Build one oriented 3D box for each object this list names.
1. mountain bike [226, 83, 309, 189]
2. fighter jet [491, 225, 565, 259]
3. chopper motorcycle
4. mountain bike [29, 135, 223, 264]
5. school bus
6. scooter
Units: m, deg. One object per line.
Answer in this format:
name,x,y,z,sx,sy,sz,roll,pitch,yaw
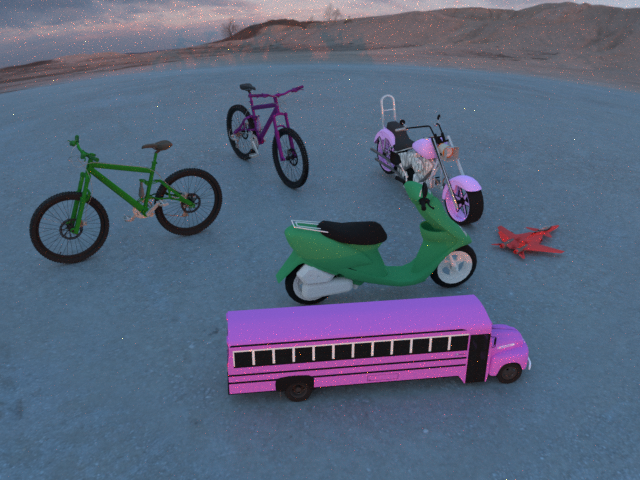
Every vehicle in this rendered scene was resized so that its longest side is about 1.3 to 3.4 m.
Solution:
mountain bike,-1.040,-2.046,12.926,1.114,1.688,2.857,-17,32,-30
fighter jet,3.268,-0.110,10.660,1.358,0.286,1.147,-21,34,-35
chopper motorcycle,1.791,-1.417,11.916,0.906,1.480,3.040,-12,29,-22
mountain bike,-2.769,-0.644,10.163,2.857,1.688,1.114,-15,31,-27
school bus,0.654,1.135,7.589,3.322,0.844,0.709,-3,27,-6
scooter,0.780,-0.061,8.905,2.721,1.786,1.288,-6,27,-11
